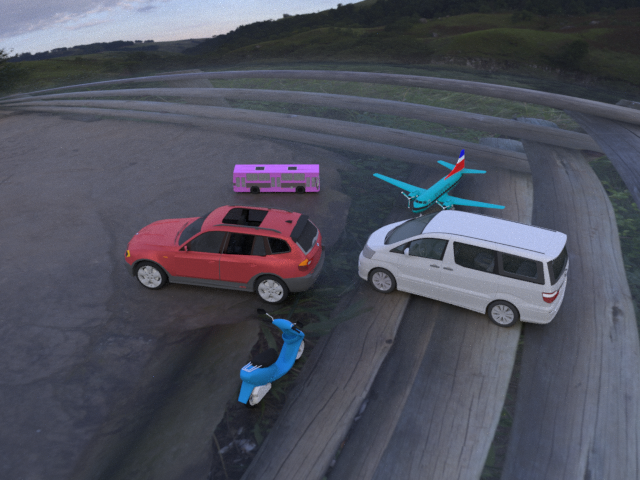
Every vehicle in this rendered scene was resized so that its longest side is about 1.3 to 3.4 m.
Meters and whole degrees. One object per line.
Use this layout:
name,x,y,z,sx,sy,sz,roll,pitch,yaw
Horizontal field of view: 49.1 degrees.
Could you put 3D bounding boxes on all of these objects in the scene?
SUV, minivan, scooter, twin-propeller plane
SUV,-1.455,0.089,10.656,3.058,1.128,1.276,6,29,11
minivan,2.044,0.264,10.263,3.011,1.197,1.324,15,32,25
scooter,-0.559,1.375,8.518,0.662,0.919,1.399,15,32,26
twin-propeller plane,2.260,-1.050,13.096,2.663,0.792,2.129,18,33,30

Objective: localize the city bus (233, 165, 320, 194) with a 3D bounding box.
city bus,-0.843,-1.188,13.694,1.674,0.460,0.476,0,29,0
